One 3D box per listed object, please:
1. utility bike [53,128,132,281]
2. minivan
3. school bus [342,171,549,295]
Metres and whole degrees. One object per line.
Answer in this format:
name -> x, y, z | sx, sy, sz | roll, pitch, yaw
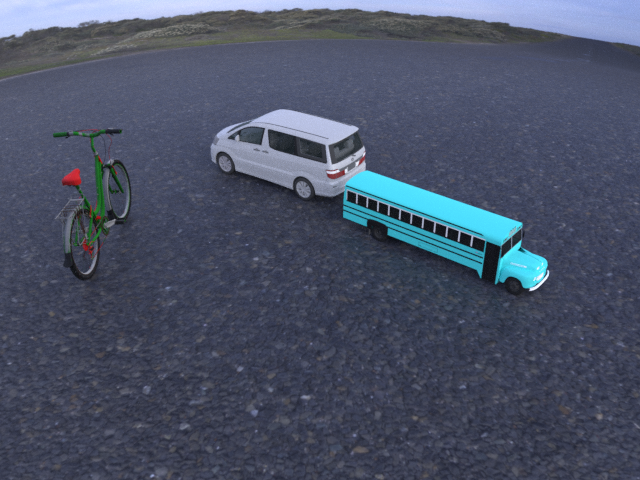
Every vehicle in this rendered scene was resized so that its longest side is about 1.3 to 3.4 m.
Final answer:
utility bike -> -3.457, -0.682, 10.488 | 1.039, 1.839, 2.791 | 2, 31, 3
minivan -> -0.656, -1.699, 12.789 | 3.011, 1.197, 1.324 | 20, 37, 30
school bus -> 1.850, -0.169, 10.602 | 3.322, 0.844, 0.709 | 23, 38, 33
